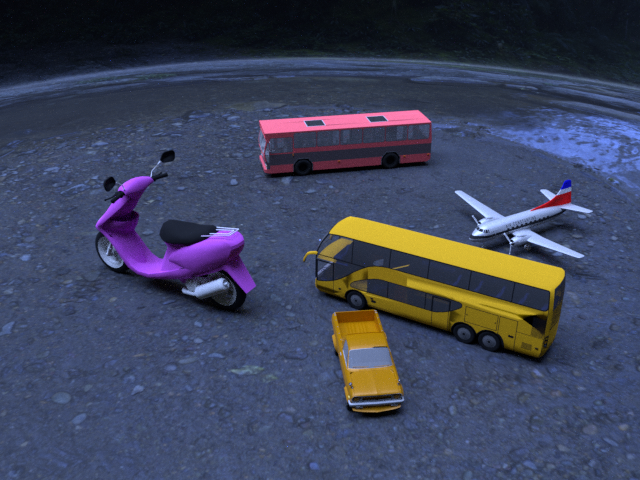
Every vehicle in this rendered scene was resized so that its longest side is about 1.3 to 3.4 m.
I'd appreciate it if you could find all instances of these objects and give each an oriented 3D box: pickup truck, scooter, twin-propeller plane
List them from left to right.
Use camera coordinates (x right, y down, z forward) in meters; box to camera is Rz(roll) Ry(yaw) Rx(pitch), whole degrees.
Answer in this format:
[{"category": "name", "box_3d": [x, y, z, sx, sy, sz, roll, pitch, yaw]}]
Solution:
[{"category": "scooter", "box_3d": [-2.034, -0.110, 9.223, 2.721, 1.786, 1.288, 15, 31, 26]}, {"category": "pickup truck", "box_3d": [0.510, 1.286, 7.939, 0.640, 0.511, 1.603, -3, 28, -6]}, {"category": "twin-propeller plane", "box_3d": [3.141, -0.388, 10.821, 2.129, 0.792, 2.663, -15, 31, -27]}]

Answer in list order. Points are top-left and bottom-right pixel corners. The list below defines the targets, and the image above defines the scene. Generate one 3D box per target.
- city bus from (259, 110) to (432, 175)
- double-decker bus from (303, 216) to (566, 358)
[{"category": "city bus", "box_3d": [0.480, -1.870, 13.529, 3.255, 0.894, 0.926, -6, 28, -11]}, {"category": "double-decker bus", "box_3d": [1.361, 0.515, 8.824, 3.251, 1.052, 0.756, 15, 31, 27]}]
